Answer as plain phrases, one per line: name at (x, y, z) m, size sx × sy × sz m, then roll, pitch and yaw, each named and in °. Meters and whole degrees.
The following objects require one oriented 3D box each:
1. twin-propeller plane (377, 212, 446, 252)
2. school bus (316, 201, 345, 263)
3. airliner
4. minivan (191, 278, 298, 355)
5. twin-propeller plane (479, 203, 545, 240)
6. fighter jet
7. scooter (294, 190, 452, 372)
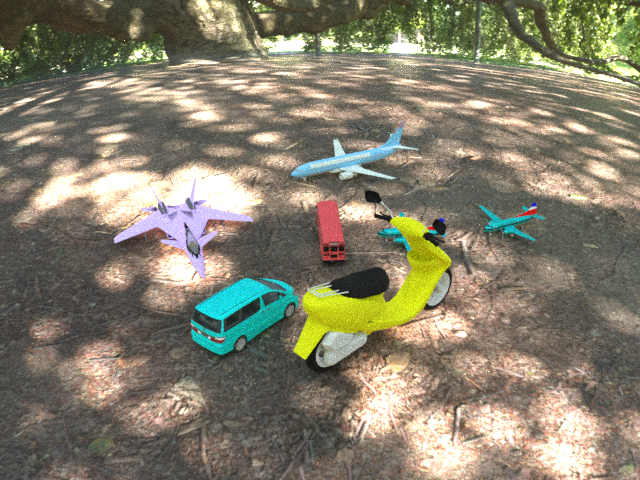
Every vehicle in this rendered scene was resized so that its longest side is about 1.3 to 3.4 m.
twin-propeller plane at (1.461, -0.162, 11.154) m, size 1.095 × 0.407 × 1.370 m, roll 0°, pitch 29°, yaw 0°
school bus at (0.153, -0.186, 11.170) m, size 0.365 × 0.434 × 1.708 m, roll -2°, pitch 29°, yaw -3°
airliner at (0.586, -1.709, 13.522) m, size 2.541 × 0.835 × 2.257 m, roll -14°, pitch 32°, yaw -24°
minivan at (-0.937, 0.872, 9.060) m, size 0.681 × 0.616 × 1.548 m, roll 21°, pitch 35°, yaw 33°
twin-propeller plane at (3.128, -0.339, 11.475) m, size 1.095 × 0.407 × 1.370 m, roll -13°, pitch 32°, yaw -23°
fighter jet at (-2.108, -0.197, 11.063) m, size 2.229 × 0.557 × 2.640 m, roll -10°, pitch 30°, yaw -17°
scooter at (0.774, 0.472, 8.572) m, size 2.721 × 1.786 × 1.288 m, roll -23°, pitch 36°, yaw -36°
